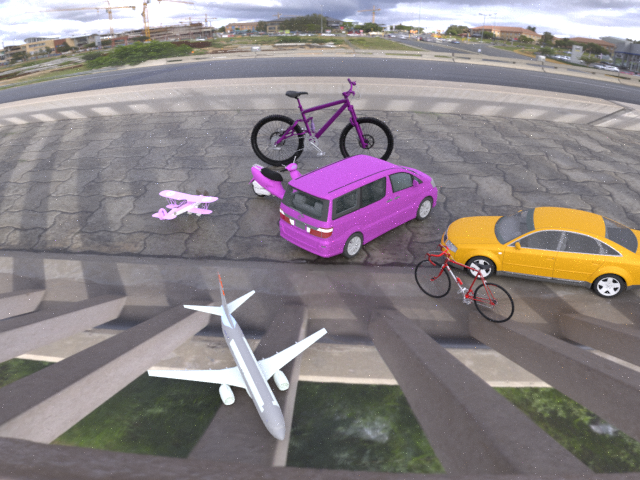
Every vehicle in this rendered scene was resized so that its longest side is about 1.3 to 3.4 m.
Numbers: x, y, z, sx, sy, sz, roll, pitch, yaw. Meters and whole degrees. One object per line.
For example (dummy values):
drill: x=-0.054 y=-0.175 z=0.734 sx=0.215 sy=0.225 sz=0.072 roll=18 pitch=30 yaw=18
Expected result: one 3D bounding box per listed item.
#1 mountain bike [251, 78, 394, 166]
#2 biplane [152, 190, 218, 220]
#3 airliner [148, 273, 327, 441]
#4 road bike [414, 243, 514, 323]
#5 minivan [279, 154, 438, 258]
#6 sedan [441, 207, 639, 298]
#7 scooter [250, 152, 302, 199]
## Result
mountain bike: x=0.036 y=-2.210 z=13.791 sx=2.857 sy=1.688 sz=1.114 roll=2 pitch=29 yaw=4
biplane: x=-2.375 y=-0.568 z=12.046 sx=1.336 sy=0.504 sz=1.090 roll=19 pitch=34 yaw=30
airliner: x=-0.867 y=1.327 z=8.283 sx=2.257 sy=0.835 sz=2.541 roll=-11 pitch=31 yaw=-19
road bike: x=1.963 y=0.587 z=9.602 sx=1.545 sy=0.852 sz=0.358 roll=22 pitch=36 yaw=34
minivan: x=0.734 y=-0.727 z=11.620 sx=1.324 sy=1.197 sz=3.011 roll=26 pitch=38 yaw=38
sedan: x=3.407 y=0.045 z=10.490 sx=3.137 sy=0.940 sz=1.235 roll=8 pitch=30 yaw=13
scooter: x=-0.701 y=-1.091 z=12.563 sx=1.399 sy=0.919 sz=0.662 roll=17 pitch=33 yaw=28
